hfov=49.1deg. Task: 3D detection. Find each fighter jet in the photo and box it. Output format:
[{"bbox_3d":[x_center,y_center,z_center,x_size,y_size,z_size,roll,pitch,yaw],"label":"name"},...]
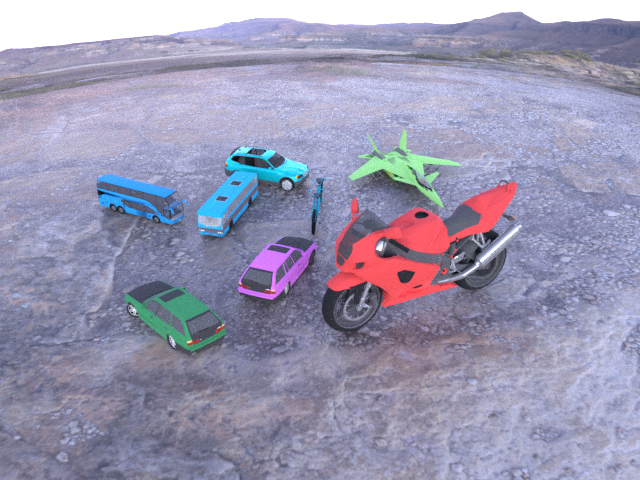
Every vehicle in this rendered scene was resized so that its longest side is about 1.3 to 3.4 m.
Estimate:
[{"bbox_3d":[1.677,-1.311,12.847,2.229,0.557,2.640,-9,30,-15],"label":"fighter jet"}]

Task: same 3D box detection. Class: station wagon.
[{"bbox_3d":[-0.568,0.313,9.979,0.682,0.473,1.597,11,31,19],"label":"station wagon"},{"bbox_3d":[-1.886,0.886,8.937,0.682,0.473,1.597,-25,37,-37],"label":"station wagon"}]

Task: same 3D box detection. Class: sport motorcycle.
[{"bbox_3d":[1.323,0.189,9.040,2.955,1.596,0.983,-15,32,-26],"label":"sport motorcycle"}]

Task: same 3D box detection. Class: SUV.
[{"bbox_3d":[-0.980,-1.348,12.891,1.572,0.580,0.656,9,30,16],"label":"SUV"}]

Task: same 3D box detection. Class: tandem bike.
[{"bbox_3d":[-0.040,-0.697,11.601,0.283,0.682,1.642,3,29,5],"label":"tandem bike"}]

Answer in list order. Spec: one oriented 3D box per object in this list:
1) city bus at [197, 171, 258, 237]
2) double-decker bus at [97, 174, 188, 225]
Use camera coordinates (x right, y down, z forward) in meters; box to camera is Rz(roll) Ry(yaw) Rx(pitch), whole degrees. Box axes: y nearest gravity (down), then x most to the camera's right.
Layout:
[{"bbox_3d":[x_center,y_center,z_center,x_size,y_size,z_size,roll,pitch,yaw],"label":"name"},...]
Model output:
[{"bbox_3d":[-1.507,-0.610,11.672,0.476,0.460,1.674,7,30,13],"label":"city bus"},{"bbox_3d":[-2.995,-0.675,11.708,1.672,0.541,0.389,14,32,24],"label":"double-decker bus"}]
